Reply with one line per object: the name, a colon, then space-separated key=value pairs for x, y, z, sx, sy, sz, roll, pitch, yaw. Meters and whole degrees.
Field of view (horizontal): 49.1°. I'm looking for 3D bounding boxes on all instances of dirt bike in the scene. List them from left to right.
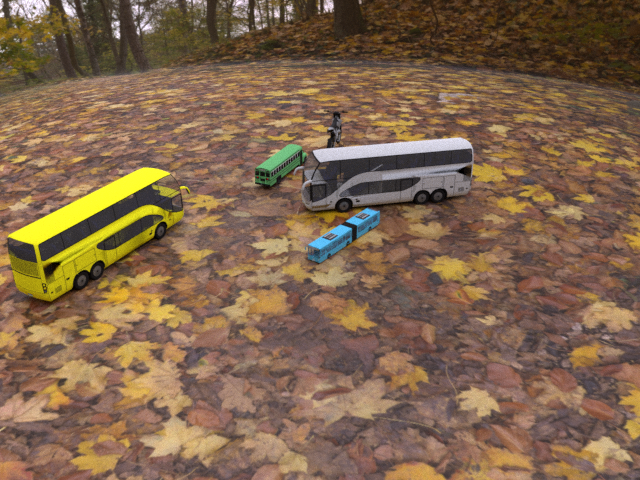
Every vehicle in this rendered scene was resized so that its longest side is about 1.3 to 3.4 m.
dirt bike: x=0.307 y=-2.327 z=15.093 sx=0.527 sy=0.857 sz=1.493 roll=5 pitch=29 yaw=10

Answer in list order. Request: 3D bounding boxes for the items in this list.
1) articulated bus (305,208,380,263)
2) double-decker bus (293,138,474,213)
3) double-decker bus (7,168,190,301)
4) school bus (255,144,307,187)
articulated bus: x=0.410 y=-0.097 z=11.528 sx=0.311 sy=0.289 sz=1.749 roll=20 pitch=34 yaw=32
double-decker bus: x=1.179 y=-1.190 z=12.761 sx=3.251 sy=1.052 sz=0.756 roll=-6 pitch=29 yaw=-12
double-decker bus: x=-3.324 y=-0.211 z=10.932 sx=0.756 sy=1.052 sz=3.251 roll=14 pitch=31 yaw=24
school bus: x=-0.749 y=-1.530 z=14.051 sx=0.365 sy=0.434 sz=1.708 roll=12 pitch=30 yaw=21
